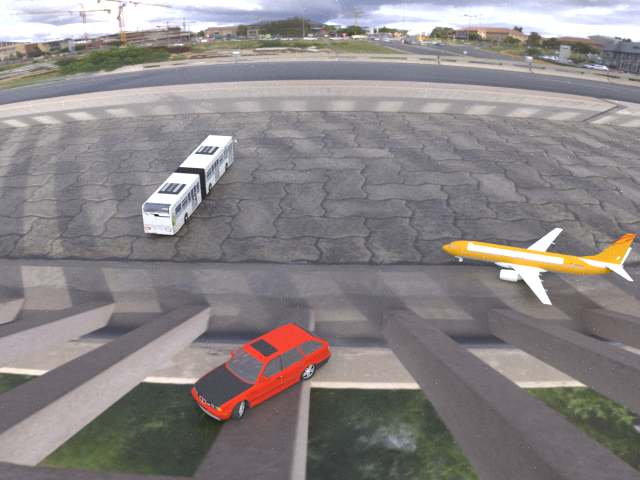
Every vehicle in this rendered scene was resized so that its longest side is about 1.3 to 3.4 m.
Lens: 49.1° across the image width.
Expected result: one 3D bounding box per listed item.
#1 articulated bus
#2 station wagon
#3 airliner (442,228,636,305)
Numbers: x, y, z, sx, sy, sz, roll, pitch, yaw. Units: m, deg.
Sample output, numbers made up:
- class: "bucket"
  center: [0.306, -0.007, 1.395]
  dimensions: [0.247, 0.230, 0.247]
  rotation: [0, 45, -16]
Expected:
- class: "articulated bus"
  center: [-2.202, -1.047, 12.227]
  dimensions: [0.605, 0.561, 3.401]
  rotation: [5, 28, 9]
- class: "station wagon"
  center: [-0.633, 1.378, 7.646]
  dimensions: [1.597, 0.473, 0.682]
  rotation: [-23, 35, -37]
- class: "airliner"
  center: [2.974, 0.104, 9.711]
  dimensions: [2.541, 0.835, 2.257]
  rotation: [10, 29, 18]
